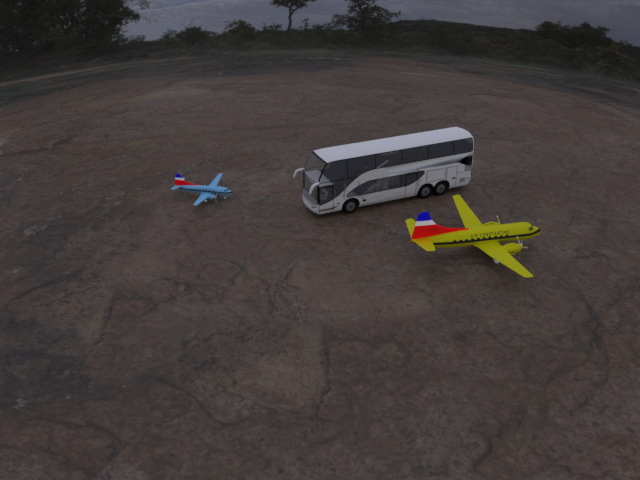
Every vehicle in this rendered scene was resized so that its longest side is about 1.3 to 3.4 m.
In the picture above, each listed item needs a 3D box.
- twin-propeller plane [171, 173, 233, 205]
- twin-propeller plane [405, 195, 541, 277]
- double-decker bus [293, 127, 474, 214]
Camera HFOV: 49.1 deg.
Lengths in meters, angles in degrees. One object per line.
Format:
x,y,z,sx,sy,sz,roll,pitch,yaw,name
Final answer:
-2.073,-0.949,12.435,1.095,0.407,1.370,6,30,10,twin-propeller plane
2.395,-0.155,10.617,2.129,0.792,2.663,-6,30,-11,twin-propeller plane
1.170,-1.217,12.253,3.251,1.052,0.756,-12,31,-20,double-decker bus
